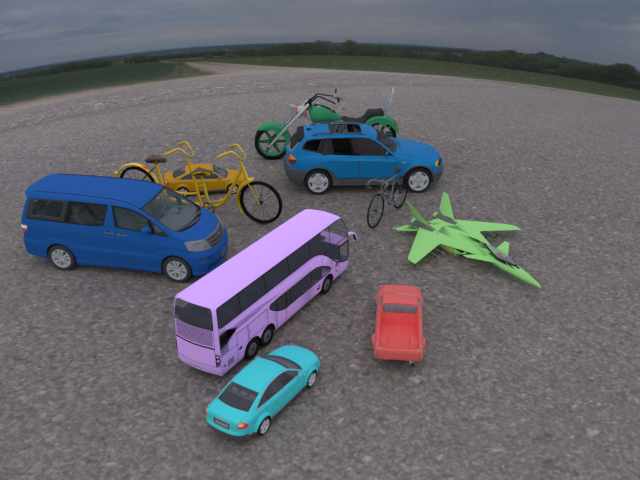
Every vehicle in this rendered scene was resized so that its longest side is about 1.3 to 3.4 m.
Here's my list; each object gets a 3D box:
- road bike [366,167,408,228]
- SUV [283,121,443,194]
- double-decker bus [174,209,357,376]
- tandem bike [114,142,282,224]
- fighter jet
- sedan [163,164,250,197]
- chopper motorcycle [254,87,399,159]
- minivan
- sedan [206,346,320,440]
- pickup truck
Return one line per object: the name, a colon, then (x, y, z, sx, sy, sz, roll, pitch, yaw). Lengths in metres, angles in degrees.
road bike: (1.182, -0.781, 12.023, 0.358, 0.852, 1.545, 15, 30, 28)
SUV: (0.825, -1.628, 13.405, 3.058, 1.128, 1.276, -1, 27, -2)
double-decker bus: (-0.605, 0.534, 9.174, 0.756, 1.052, 3.251, 15, 30, 27)
tandem bike: (-2.145, -1.038, 12.006, 3.192, 1.326, 0.550, 8, 28, 16)
fighter jet: (2.415, 0.011, 10.771, 2.229, 0.557, 2.640, -15, 30, -28)
sedan: (-2.141, -1.169, 13.208, 1.613, 0.483, 0.635, -5, 27, -9)
chopper motorcycle: (0.142, -2.435, 14.623, 3.040, 1.480, 0.906, -2, 27, -3)
minivan: (-2.908, -0.241, 10.560, 3.011, 1.197, 1.324, 5, 27, 10)
sedan: (-0.586, 1.579, 7.723, 0.635, 0.483, 1.613, 16, 31, 29)
pickup truck: (1.003, 0.992, 8.864, 0.640, 0.511, 1.603, 3, 27, 6)
